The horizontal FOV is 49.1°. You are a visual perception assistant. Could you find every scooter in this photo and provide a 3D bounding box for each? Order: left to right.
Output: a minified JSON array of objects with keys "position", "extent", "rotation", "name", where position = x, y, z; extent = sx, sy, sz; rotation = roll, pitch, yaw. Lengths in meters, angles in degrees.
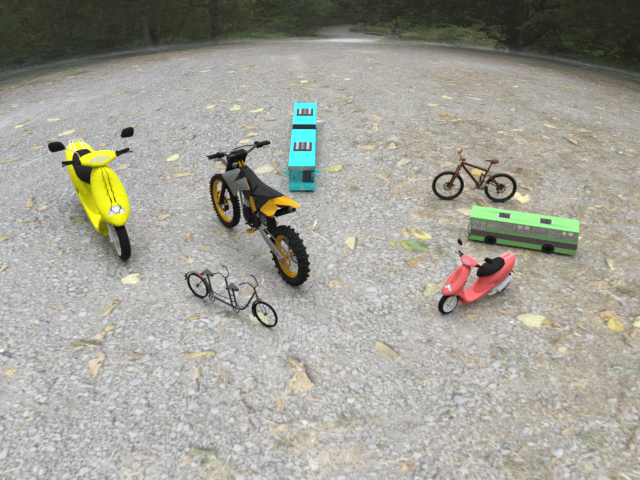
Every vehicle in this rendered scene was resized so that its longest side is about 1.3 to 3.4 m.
[{"position":[-3.568,-0.949,11.143],"extent":[1.288,1.786,2.721],"rotation":[-17,35,-26],"name":"scooter"},{"position":[2.197,0.464,9.642],"extent":[1.399,0.919,0.662],"rotation":[-18,35,-27],"name":"scooter"}]

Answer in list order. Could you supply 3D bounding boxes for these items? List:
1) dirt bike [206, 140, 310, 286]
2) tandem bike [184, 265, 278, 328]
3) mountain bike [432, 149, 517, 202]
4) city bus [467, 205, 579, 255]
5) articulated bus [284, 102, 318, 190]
[{"position":[-1.012,-0.525,10.557],"extent":[1.024,1.666,2.903],"rotation":[-19,36,-29],"name":"dirt bike"},{"position":[-1.235,0.687,9.501],"extent":[1.642,0.682,0.283],"rotation":[19,36,29],"name":"tandem bike"},{"position":[2.710,-1.070,12.233],"extent":[1.469,0.868,0.573],"rotation":[3,31,5],"name":"mountain bike"},{"position":[3.207,-0.144,11.094],"extent":[1.674,0.460,0.476],"rotation":[9,32,15],"name":"city bus"},{"position":[-0.325,-1.953,13.993],"extent":[0.605,0.561,3.401],"rotation":[0,31,0],"name":"articulated bus"}]
